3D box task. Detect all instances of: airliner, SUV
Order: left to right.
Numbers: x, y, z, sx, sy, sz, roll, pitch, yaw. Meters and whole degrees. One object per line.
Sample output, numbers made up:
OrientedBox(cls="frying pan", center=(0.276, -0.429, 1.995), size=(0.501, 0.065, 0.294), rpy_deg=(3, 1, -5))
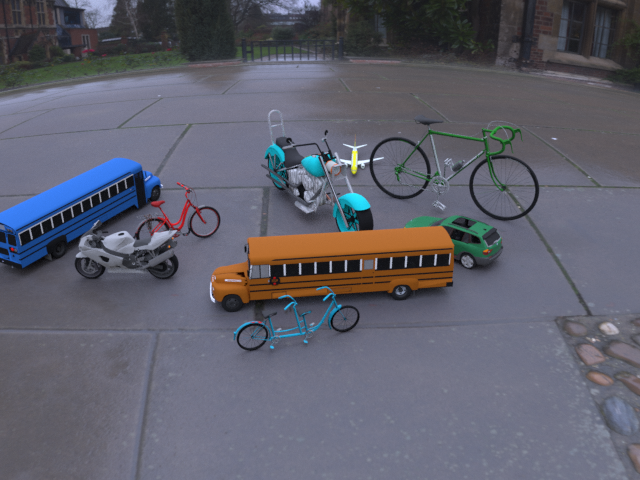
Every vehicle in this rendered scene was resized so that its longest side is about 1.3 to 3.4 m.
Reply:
OrientedBox(cls="airliner", center=(0.689, -1.682, 13.917), size=(1.161, 0.429, 1.307), rpy_deg=(2, 28, 3))
OrientedBox(cls="SUV", center=(2.020, -0.075, 10.740), size=(1.572, 0.580, 0.656), rpy_deg=(21, 34, 34))

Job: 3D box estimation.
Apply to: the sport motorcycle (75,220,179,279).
OrientedBox(cls="sport motorcycle", center=(-2.765, 0.187, 9.991), size=(1.520, 0.821, 0.506), rpy_deg=(0, 28, 0))

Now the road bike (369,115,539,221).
OrientedBox(cls="road bike", center=(2.220, -1.277, 11.853), size=(3.004, 1.656, 0.697), rpy_deg=(14, 31, 24))

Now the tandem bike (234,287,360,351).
OrientedBox(cls="tandem bike", center=(-0.271, 0.973, 8.666), size=(1.642, 0.682, 0.283), rpy_deg=(-9, 29, -16))

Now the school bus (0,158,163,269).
OrientedBox(cls="school bus", center=(-3.828, -0.566, 11.381), size=(0.709, 0.844, 3.322), rpy_deg=(13, 31, 24))

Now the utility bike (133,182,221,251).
OrientedBox(cls="utility bike", center=(-2.260, -0.384, 10.932), size=(1.435, 0.946, 0.535), rpy_deg=(-15, 31, -26))

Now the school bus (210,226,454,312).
OrientedBox(cls="school bus", center=(0.148, 0.366, 9.631), size=(3.322, 0.844, 0.709), rpy_deg=(-4, 28, -7))

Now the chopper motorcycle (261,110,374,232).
OrientedBox(cls="chopper motorcycle", center=(-0.088, -1.109, 11.725), size=(0.906, 1.480, 3.040), rpy_deg=(-17, 32, -28))
